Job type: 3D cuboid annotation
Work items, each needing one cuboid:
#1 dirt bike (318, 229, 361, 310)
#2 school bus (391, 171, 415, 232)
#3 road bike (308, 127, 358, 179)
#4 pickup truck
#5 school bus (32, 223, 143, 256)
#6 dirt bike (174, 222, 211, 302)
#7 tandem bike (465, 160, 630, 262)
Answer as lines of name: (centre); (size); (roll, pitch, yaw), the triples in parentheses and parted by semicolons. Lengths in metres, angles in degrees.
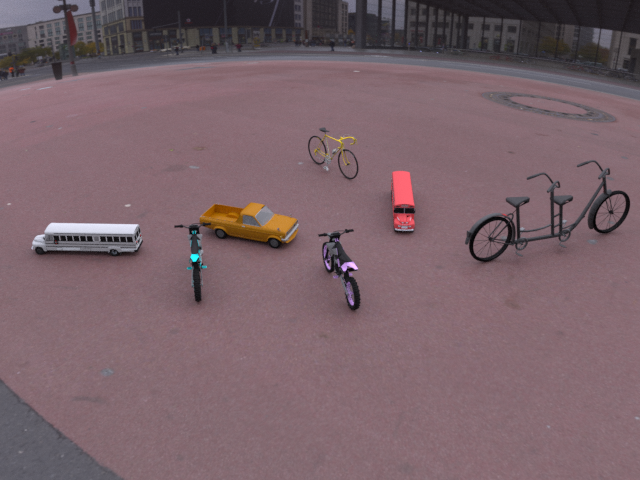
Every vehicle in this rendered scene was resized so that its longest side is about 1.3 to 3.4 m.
dirt bike: (0.279, 0.330, 9.996); (0.527, 0.857, 1.493); (-9, 30, -16)
school bus: (1.447, -0.683, 12.275); (0.365, 0.434, 1.708); (2, 29, 3)
road bike: (0.243, -1.752, 13.783); (0.358, 0.852, 1.545); (-21, 35, -33)
pickup truck: (-1.168, -0.314, 11.524); (1.603, 0.511, 0.640); (10, 30, 17)
school bus: (-3.704, -0.021, 11.072); (1.708, 0.434, 0.365); (1, 29, 2)
dirt bike: (-1.816, 0.220, 10.195); (0.527, 0.857, 1.493); (-4, 29, -8)
tandem bike: (3.659, -0.467, 10.958); (3.192, 1.326, 0.550); (-11, 31, -20)
